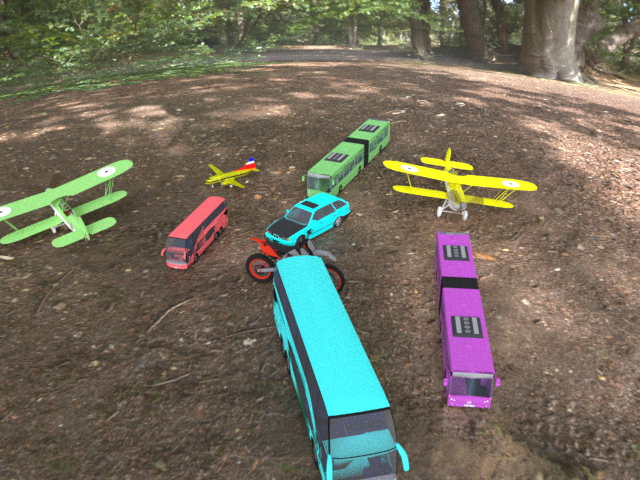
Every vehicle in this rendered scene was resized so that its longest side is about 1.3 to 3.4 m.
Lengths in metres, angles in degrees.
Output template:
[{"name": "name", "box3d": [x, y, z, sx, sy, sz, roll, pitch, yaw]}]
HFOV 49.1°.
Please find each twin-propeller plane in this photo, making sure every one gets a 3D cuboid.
[{"name": "twin-propeller plane", "box3d": [-1.696, -1.272, 13.275, 1.095, 0.407, 1.370, -18, 33, -30]}]

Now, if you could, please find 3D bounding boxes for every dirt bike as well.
[{"name": "dirt bike", "box3d": [-0.361, 0.305, 9.825, 1.493, 0.857, 0.527, 9, 29, 16]}]

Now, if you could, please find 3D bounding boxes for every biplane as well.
[{"name": "biplane", "box3d": [2.354, -0.983, 12.120, 2.598, 0.981, 2.120, 0, 28, 1]}, {"name": "biplane", "box3d": [-4.029, -0.411, 11.042, 2.598, 0.981, 2.120, -18, 33, -30]}]

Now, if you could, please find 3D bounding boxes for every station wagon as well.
[{"name": "station wagon", "box3d": [-0.192, -0.362, 11.490, 0.682, 0.473, 1.597, 22, 35, 35]}]

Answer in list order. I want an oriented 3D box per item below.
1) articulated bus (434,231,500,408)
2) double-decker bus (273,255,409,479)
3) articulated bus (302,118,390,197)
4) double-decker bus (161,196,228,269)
[{"name": "articulated bus", "box3d": [1.805, 0.870, 9.075, 0.605, 0.561, 3.401, 3, 28, 5]}, {"name": "double-decker bus", "box3d": [0.072, 1.371, 7.610, 0.756, 1.052, 3.251, -6, 29, -11]}, {"name": "articulated bus", "box3d": [0.626, -1.662, 13.846, 0.605, 0.561, 3.401, 11, 30, 20]}, {"name": "double-decker bus", "box3d": [-1.915, -0.116, 10.955, 0.389, 0.541, 1.672, 8, 29, 14]}]
